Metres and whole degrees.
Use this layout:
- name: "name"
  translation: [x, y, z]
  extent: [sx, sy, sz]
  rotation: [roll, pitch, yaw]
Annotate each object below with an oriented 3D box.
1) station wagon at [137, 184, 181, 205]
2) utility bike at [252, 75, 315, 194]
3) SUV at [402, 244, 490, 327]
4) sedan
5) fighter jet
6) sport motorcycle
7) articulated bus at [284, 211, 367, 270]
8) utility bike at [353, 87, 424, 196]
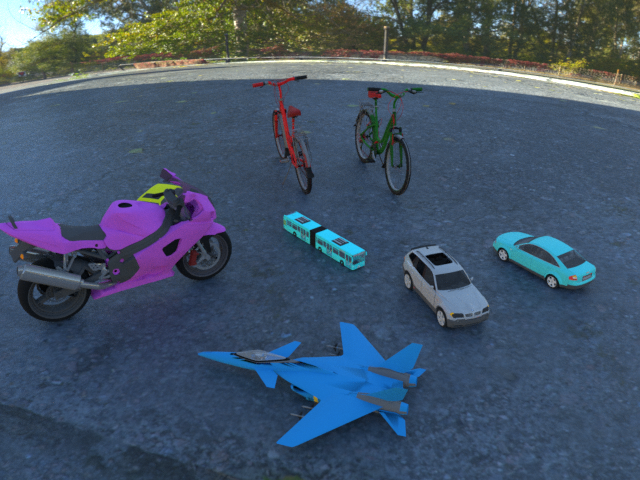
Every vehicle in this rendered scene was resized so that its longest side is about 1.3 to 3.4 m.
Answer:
- name: "station wagon"
  translation: [-2.752, -0.497, 11.534]
  extent: [0.682, 0.473, 1.597]
  rotation: [7, 29, 14]
- name: "utility bike"
  translation: [-0.640, -2.011, 12.927]
  extent: [1.039, 1.839, 2.791]
  rotation: [-8, 29, -14]
- name: "SUV"
  translation: [1.664, 0.581, 9.394]
  extent: [0.656, 0.580, 1.572]
  rotation: [-10, 29, -17]
- name: "sedan"
  translation: [3.237, 0.210, 10.194]
  extent: [0.635, 0.483, 1.613]
  rotation: [-17, 33, -29]
- name: "fighter jet"
  translation: [-0.200, 1.394, 7.889]
  extent: [2.640, 0.557, 2.229]
  rotation: [9, 29, 16]
- name: "sport motorcycle"
  translation: [-2.557, 0.090, 9.234]
  extent: [2.955, 1.596, 0.983]
  rotation: [-15, 32, -26]
- name: "articulated bus"
  translation: [0.042, -0.011, 10.816]
  extent: [0.311, 0.289, 1.749]
  rotation: [-20, 34, -33]
- name: "utility bike"
  translation: [1.226, -2.066, 13.030]
  extent: [1.039, 1.839, 2.791]
  rotation: [-8, 29, -15]
